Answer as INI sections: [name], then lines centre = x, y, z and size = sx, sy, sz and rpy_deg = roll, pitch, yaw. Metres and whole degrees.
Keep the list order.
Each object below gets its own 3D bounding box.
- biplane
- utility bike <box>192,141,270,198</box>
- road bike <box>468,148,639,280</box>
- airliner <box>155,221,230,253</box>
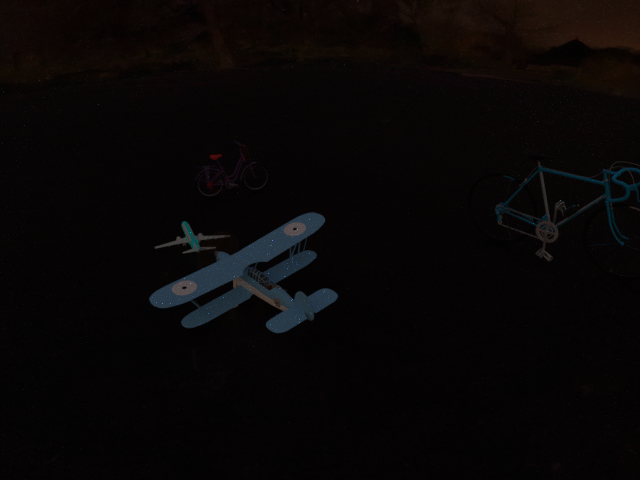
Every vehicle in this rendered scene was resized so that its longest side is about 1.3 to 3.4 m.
[biplane]
centre = -0.780, 0.572, 8.819
size = 2.598, 0.981, 2.120
rpy_deg = -21, 33, -35
[utility bike]
centre = -1.611, -1.275, 12.579
size = 1.435, 0.946, 0.535
rpy_deg = -10, 28, -19
[road bike]
centre = 3.510, -0.455, 10.129
size = 3.004, 1.656, 0.696
rpy_deg = 20, 33, 34
[airliner]
centre = -2.000, -0.120, 10.832
size = 1.161, 0.429, 1.307
rpy_deg = -10, 28, -18
